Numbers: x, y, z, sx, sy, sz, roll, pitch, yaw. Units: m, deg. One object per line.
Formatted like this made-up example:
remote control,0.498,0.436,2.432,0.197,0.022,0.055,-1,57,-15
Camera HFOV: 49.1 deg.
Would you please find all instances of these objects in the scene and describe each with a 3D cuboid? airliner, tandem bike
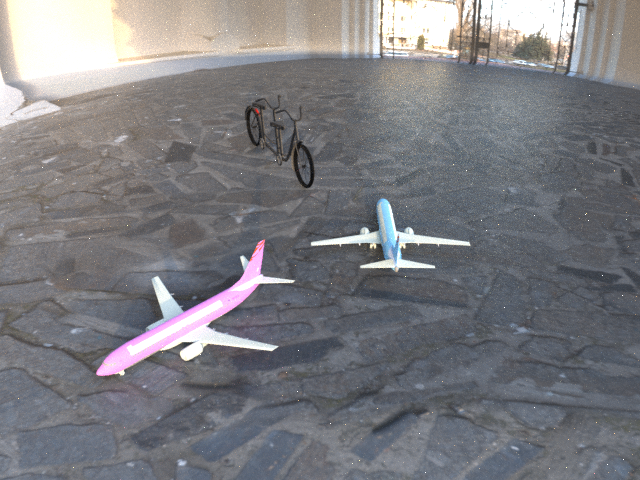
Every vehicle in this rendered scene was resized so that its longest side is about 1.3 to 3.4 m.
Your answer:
airliner,1.001,-0.244,10.124,2.257,0.835,2.541,0,28,0
airliner,-1.523,0.785,8.188,2.257,0.835,2.541,23,36,37
tandem bike,-0.807,-2.023,12.947,0.550,1.326,3.192,-13,31,-23
